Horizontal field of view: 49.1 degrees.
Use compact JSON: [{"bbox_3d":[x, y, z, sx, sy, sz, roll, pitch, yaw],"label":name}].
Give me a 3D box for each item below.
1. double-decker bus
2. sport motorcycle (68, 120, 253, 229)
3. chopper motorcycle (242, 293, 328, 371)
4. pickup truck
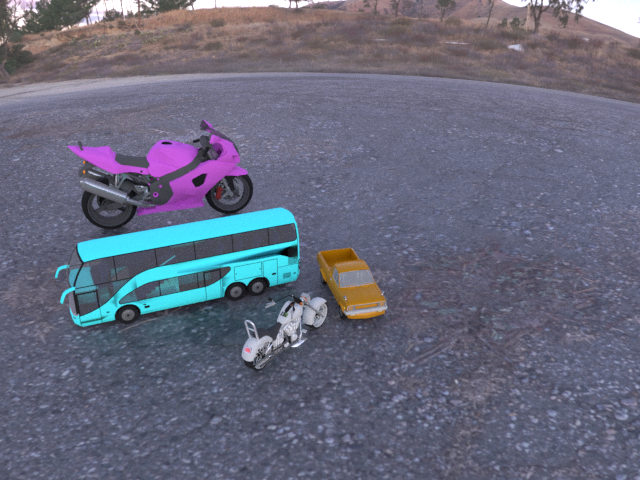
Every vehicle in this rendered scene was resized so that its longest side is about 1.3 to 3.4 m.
[{"bbox_3d":[-1.863,0.352,9.539,3.251,1.052,0.756,-11,28,-21],"label":"double-decker bus"},{"bbox_3d":[-2.588,-1.057,11.785,2.955,1.596,0.983,-8,27,-16],"label":"sport motorcycle"},{"bbox_3d":[-0.391,0.998,8.555,0.466,0.761,1.563,18,31,32],"label":"chopper motorcycle"},{"bbox_3d":[0.417,0.534,9.781,0.640,0.511,1.603,-7,27,-13],"label":"pickup truck"}]
